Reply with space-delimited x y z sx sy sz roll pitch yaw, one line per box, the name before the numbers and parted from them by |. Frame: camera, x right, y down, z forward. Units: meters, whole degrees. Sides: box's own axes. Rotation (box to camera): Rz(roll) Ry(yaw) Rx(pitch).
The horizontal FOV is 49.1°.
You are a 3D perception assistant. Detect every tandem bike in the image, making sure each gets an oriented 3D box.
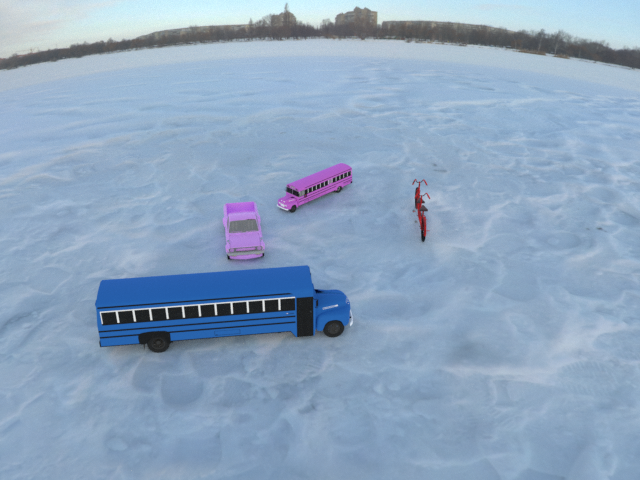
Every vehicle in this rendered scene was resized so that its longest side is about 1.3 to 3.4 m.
tandem bike | 1.738 -0.576 12.089 0.283 0.682 1.642 1 29 2

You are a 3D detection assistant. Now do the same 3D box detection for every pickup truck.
pickup truck | -1.284 -0.225 11.637 0.640 0.511 1.603 -4 30 -8

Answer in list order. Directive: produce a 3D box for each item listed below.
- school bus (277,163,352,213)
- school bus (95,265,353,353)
school bus | -0.093 -0.986 13.075 0.365 0.434 1.708 26 38 38
school bus | -1.219 0.884 9.313 3.322 0.844 0.709 -4 29 -7
